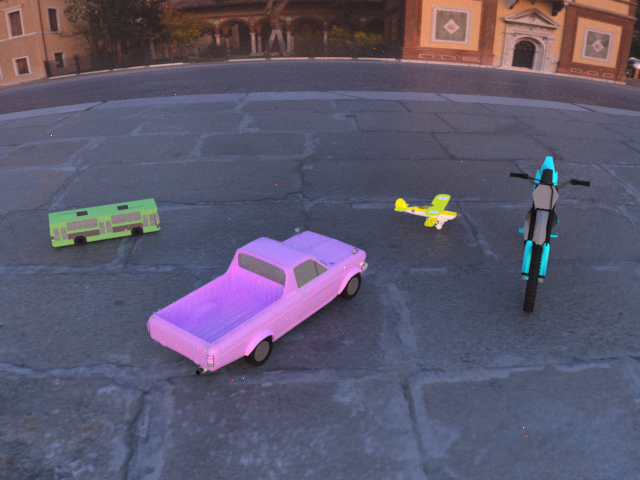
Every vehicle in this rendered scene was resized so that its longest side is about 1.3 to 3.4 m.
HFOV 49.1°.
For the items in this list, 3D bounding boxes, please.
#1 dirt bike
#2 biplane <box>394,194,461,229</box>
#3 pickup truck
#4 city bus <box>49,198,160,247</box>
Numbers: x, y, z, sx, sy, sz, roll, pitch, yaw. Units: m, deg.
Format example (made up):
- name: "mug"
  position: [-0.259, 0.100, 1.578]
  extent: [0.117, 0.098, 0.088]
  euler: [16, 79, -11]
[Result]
- name: "dirt bike"
  position: [3.137, -0.247, 9.912]
  extent: [1.024, 1.666, 2.903]
  euler: [9, 29, 16]
- name: "biplane"
  position: [1.785, -0.480, 11.603]
  extent: [1.090, 0.504, 1.336]
  euler: [9, 29, 17]
- name: "pickup truck"
  position: [-0.680, 0.613, 8.999]
  extent: [1.244, 0.993, 3.117]
  euler: [20, 34, 33]
- name: "city bus"
  position: [-3.451, -0.267, 11.245]
  extent: [1.674, 0.460, 0.476]
  euler: [-10, 29, -18]
